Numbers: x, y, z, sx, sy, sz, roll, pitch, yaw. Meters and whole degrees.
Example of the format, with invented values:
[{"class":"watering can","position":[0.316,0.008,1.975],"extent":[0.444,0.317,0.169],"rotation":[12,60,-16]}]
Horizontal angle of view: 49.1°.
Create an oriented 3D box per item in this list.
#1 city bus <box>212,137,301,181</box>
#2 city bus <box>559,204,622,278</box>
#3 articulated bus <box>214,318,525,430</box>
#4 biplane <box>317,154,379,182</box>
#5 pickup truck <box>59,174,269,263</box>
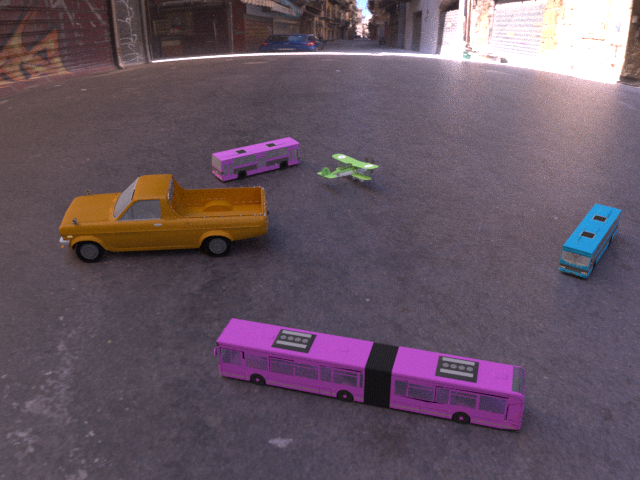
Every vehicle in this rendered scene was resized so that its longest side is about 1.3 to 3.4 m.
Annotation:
[{"class":"city bus","position":[-1.188,-1.516,13.221],"extent":[1.674,0.460,0.476],"rotation":[-17,33,-28]},{"class":"city bus","position":[4.047,0.004,10.458],"extent":[0.476,0.460,1.674],"rotation":[18,34,30]},{"class":"articulated bus","position":[0.491,1.449,7.727],"extent":[3.401,0.561,0.605],"rotation":[8,30,14]},{"class":"biplane","position":[0.488,-1.268,12.724],"extent":[1.090,0.504,1.336],"rotation":[-16,33,-27]},{"class":"pickup truck","position":[-2.331,-0.414,10.666],"extent":[3.117,0.993,1.244],"rotation":[-3,29,-5]}]
